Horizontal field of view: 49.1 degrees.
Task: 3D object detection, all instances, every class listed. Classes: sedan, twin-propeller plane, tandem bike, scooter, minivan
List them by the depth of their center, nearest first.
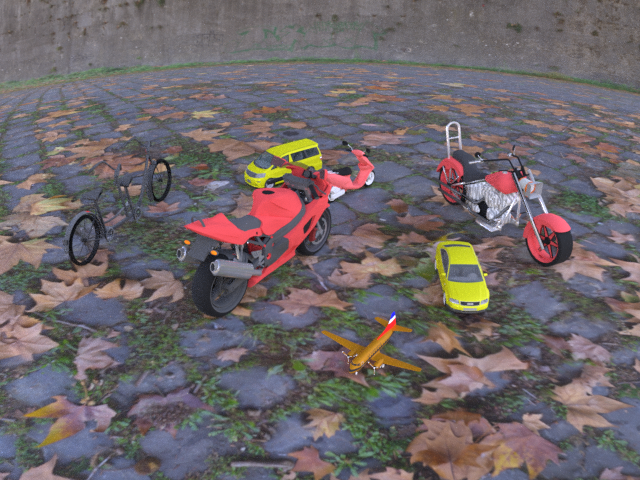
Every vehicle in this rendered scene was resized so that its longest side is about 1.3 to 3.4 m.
[{"bbox_3d":[0.649,1.253,8.439,1.370,0.407,1.095,18,33,30],"label":"twin-propeller plane"},{"bbox_3d":[1.992,0.455,9.867,0.635,0.483,1.613,1,28,1],"label":"sedan"},{"bbox_3d":[-3.183,-0.750,11.244,0.550,1.326,3.192,8,29,15],"label":"tandem bike"},{"bbox_3d":[0.536,-1.239,12.604,0.662,0.919,1.399,25,36,38],"label":"scooter"},{"bbox_3d":[-0.706,-1.459,13.345,1.548,0.616,0.681,-20,34,-33],"label":"minivan"}]

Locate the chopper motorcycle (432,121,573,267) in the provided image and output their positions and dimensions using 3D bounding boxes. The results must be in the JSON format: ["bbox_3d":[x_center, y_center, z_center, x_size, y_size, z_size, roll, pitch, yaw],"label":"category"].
[{"bbox_3d":[2.871,-0.791,11.156,0.906,1.480,3.040,-14,31,-24],"label":"chopper motorcycle"}]

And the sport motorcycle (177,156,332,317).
[{"bbox_3d":[-0.737,-0.102,9.730,0.983,1.596,2.955,19,33,31],"label":"sport motorcycle"}]
